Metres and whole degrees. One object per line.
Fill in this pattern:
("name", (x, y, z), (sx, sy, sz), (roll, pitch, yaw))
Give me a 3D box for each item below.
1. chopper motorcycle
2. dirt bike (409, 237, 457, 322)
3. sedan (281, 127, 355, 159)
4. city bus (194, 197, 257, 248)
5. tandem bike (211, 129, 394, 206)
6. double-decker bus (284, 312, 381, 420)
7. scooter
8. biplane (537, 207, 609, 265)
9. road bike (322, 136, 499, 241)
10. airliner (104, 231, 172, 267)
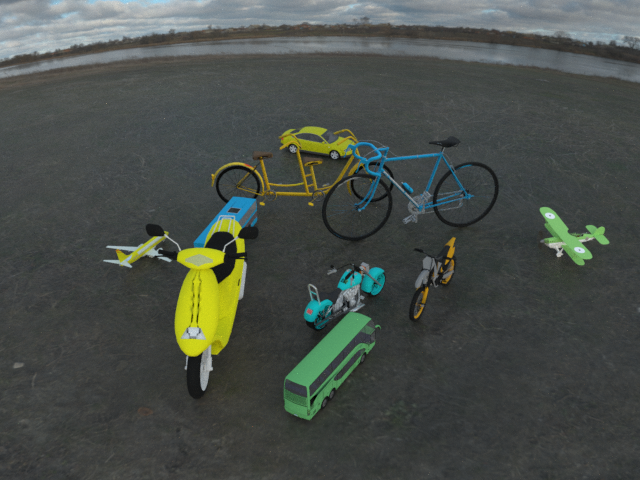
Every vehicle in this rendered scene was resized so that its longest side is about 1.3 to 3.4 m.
("chopper motorcycle", (0.366, 0.639, 9.298), (0.466, 0.761, 1.563), (23, 36, 36))
("dirt bike", (1.564, 0.475, 9.498), (0.527, 0.857, 1.493), (16, 33, 27))
("sedan", (-0.028, -2.055, 14.520), (1.613, 0.483, 0.635), (11, 31, 20))
("city bus", (-1.453, -0.121, 11.003), (0.476, 0.460, 1.674), (7, 29, 13))
("tandem bike", (-0.289, -1.212, 12.098), (3.192, 1.326, 0.550), (-2, 29, -3))
("double-decker bus", (0.160, 1.399, 8.136), (0.389, 0.541, 1.672), (16, 32, 27))
("scooter", (-1.312, 0.470, 8.537), (1.288, 1.786, 2.721), (2, 29, 3))
("biplane", (3.886, -0.013, 10.760), (1.090, 0.504, 1.336), (-7, 29, -12))
("road bike", (1.482, -0.833, 11.061), (3.004, 1.656, 0.697), (-7, 29, -13))
("airliner", (-2.702, 0.059, 10.705), (1.161, 0.429, 1.307), (11, 31, 20))
